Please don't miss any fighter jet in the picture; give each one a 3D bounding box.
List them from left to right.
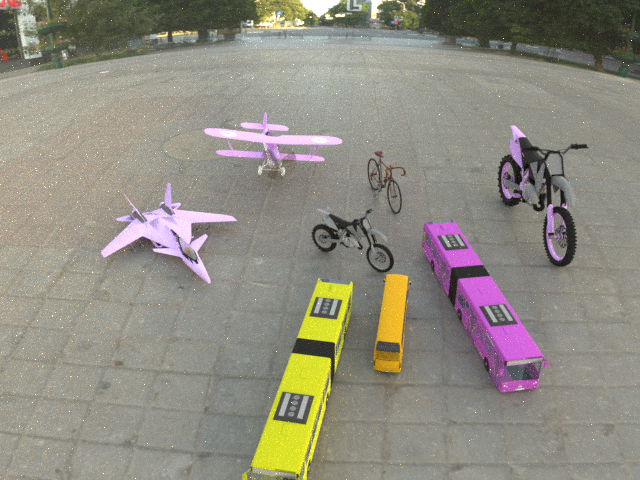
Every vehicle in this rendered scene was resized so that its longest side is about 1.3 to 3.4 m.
[{"bbox_3d":[-2.273,-0.096,10.987,2.229,0.557,2.640,-17,35,-27],"label":"fighter jet"}]

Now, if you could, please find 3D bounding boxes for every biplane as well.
[{"bbox_3d":[-0.917,-1.868,13.570,2.598,0.981,2.120,-6,31,-10],"label":"biplane"}]

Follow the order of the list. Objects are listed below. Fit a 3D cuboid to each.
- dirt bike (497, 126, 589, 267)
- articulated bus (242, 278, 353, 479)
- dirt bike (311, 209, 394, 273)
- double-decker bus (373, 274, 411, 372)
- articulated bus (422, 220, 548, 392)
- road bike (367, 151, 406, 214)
[{"bbox_3d":[3.484,-0.868,11.204,1.024,1.666,2.903,-4,31,-6],"label":"dirt bike"},{"bbox_3d":[-0.119,1.574,8.157,0.605,0.561,3.401,6,31,10],"label":"articulated bus"},{"bbox_3d":[0.486,-0.049,10.613,1.493,0.857,0.527,20,36,31],"label":"dirt bike"},{"bbox_3d":[0.947,1.021,9.113,0.389,0.541,1.672,5,31,8],"label":"double-decker bus"},{"bbox_3d":[2.095,0.749,9.553,0.605,0.561,3.401,-5,31,-8],"label":"articulated bus"},{"bbox_3d":[1.132,-1.081,12.365,0.358,0.852,1.545,-9,32,-15],"label":"road bike"}]
